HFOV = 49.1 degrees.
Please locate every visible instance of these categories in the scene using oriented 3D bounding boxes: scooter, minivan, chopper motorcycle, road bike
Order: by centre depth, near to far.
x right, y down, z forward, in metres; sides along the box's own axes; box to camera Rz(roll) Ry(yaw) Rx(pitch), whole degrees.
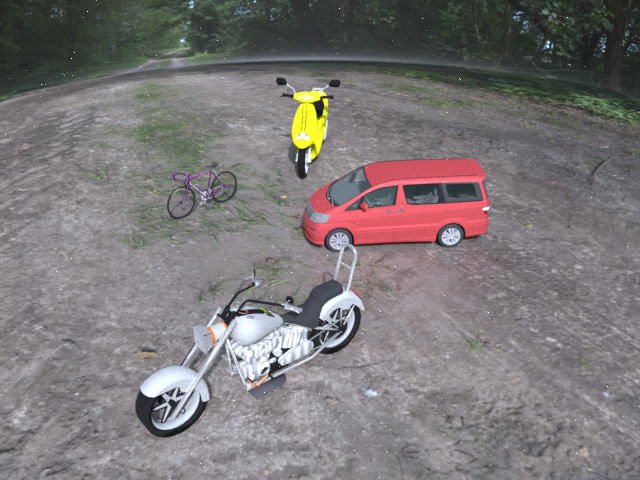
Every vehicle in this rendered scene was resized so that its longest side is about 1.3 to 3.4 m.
[{"bbox_3d":[-0.709,1.099,8.051,3.040,1.480,0.906,-20,34,-33],"label":"chopper motorcycle"},{"bbox_3d":[1.229,-0.626,11.549,3.011,1.197,1.324,-2,28,-4],"label":"minivan"},{"bbox_3d":[-2.088,-0.926,12.468,0.358,0.852,1.545,25,37,38],"label":"road bike"},{"bbox_3d":[-0.196,-2.538,14.474,1.288,1.786,2.721,4,29,7],"label":"scooter"}]
